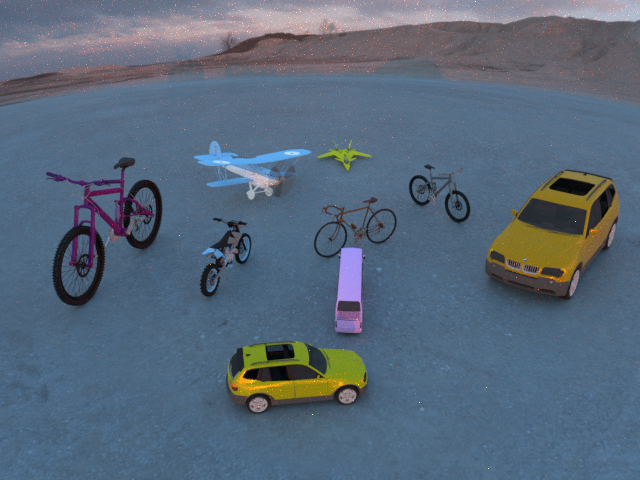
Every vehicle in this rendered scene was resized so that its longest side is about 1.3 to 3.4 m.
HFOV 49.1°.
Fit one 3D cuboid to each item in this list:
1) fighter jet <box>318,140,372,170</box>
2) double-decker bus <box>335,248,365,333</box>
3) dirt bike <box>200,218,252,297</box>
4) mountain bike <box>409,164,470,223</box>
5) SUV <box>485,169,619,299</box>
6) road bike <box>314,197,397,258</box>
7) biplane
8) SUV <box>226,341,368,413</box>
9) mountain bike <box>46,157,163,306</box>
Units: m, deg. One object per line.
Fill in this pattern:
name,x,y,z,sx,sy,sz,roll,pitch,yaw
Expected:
fighter jet,0.529,-1.781,14.723,1.147,0.286,1.358,-1,26,-3
double-decker bus,0.410,0.628,9.461,0.389,0.541,1.672,2,26,3
dirt bike,-1.346,0.168,10.049,0.527,0.857,1.493,9,27,18
mountain bike,2.068,-0.870,12.177,0.573,0.868,1.469,-18,31,-32
SUV,3.576,-0.198,10.493,1.276,1.128,3.058,17,31,31
road bike,0.572,-0.227,10.869,1.545,0.852,0.358,-15,30,-28
biplane,-1.360,-1.358,13.054,2.120,0.981,2.598,22,34,38
SUV,-0.251,1.448,7.725,1.572,0.580,0.656,-4,26,-8
mountain bike,-3.001,-0.299,10.060,1.114,1.688,2.857,7,27,14
